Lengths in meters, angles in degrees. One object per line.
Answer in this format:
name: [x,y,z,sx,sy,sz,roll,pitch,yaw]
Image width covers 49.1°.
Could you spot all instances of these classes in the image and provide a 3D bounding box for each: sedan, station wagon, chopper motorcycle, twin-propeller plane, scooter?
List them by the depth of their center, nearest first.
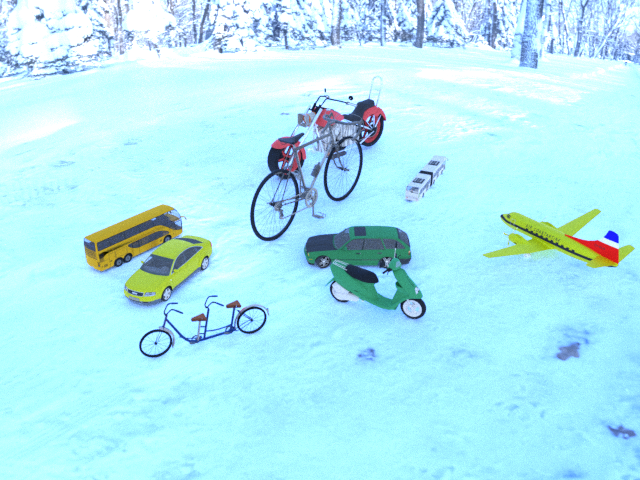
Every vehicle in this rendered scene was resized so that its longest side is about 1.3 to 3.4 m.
scooter: [0.728,0.521,9.150,1.399,0.919,0.662,11,30,20]
sedan: [-2.138,0.354,9.925,0.635,0.483,1.613,12,31,22]
station wagon: [0.557,0.074,10.460,1.597,0.473,0.682,0,28,0]
twin-propeller plane: [3.528,-0.107,10.460,2.663,0.792,2.129,-19,33,-31]
chopper motorcycle: [0.194,-2.237,13.717,3.040,1.480,0.906,-24,36,-37]

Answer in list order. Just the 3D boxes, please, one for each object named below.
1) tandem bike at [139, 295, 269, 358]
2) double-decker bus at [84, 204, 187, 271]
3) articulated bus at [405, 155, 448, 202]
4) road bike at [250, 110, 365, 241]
tandem bike: [-1.390,0.995,8.513,1.642,0.682,0.283,-12,30,-21]
double-decker bus: [-2.788,-0.071,10.659,0.389,0.541,1.672,21,34,34]
articulated bus: [1.981,-1.161,12.966,0.311,0.289,1.749,12,31,22]
road bike: [-0.137,-1.103,11.408,0.696,1.656,3.004,19,34,32]
